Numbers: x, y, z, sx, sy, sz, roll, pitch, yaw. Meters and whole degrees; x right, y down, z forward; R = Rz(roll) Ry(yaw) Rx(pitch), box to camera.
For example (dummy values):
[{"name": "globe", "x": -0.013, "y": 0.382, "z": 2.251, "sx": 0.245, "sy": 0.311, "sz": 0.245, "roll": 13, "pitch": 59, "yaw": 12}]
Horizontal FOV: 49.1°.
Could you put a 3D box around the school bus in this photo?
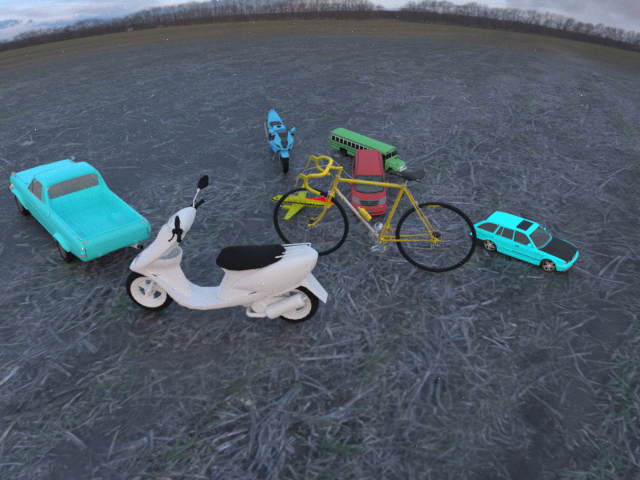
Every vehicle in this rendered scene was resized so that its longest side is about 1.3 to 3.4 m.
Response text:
[{"name": "school bus", "x": 0.929, "y": -1.723, "z": 13.515, "sx": 1.708, "sy": 0.434, "sz": 0.365, "roll": 27, "pitch": 40, "yaw": 37}]

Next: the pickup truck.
[{"name": "pickup truck", "x": -3.895, "y": -0.604, "z": 11.132, "sx": 1.244, "sy": 0.993, "sz": 3.117, "roll": -23, "pitch": 38, "yaw": -33}]

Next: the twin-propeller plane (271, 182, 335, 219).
[{"name": "twin-propeller plane", "x": -0.304, "y": -0.697, "z": 11.850, "sx": 1.095, "sy": 0.407, "sz": 1.370, "roll": 7, "pitch": 32, "yaw": 11}]

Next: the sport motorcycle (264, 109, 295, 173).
[{"name": "sport motorcycle", "x": -0.786, "y": -1.908, "z": 13.446, "sx": 0.506, "sy": 0.821, "sz": 1.520, "roll": -7, "pitch": 32, "yaw": -11}]

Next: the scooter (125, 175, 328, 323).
[{"name": "scooter", "x": -1.257, "y": 0.251, "z": 8.957, "sx": 2.721, "sy": 1.786, "sz": 1.288, "roll": 4, "pitch": 31, "yaw": 7}]

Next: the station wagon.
[{"name": "station wagon", "x": 3.118, "y": -0.015, "z": 10.661, "sx": 1.597, "sy": 0.473, "sz": 0.682, "roll": 22, "pitch": 38, "yaw": 32}]

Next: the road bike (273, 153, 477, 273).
[{"name": "road bike", "x": 0.758, "y": -0.353, "z": 10.080, "sx": 3.004, "sy": 1.656, "sz": 0.697, "roll": 7, "pitch": 32, "yaw": 12}]

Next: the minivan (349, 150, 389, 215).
[{"name": "minivan", "x": 0.843, "y": -1.008, "z": 12.161, "sx": 0.681, "sy": 0.616, "sz": 1.548, "roll": 1, "pitch": 31, "yaw": 2}]
